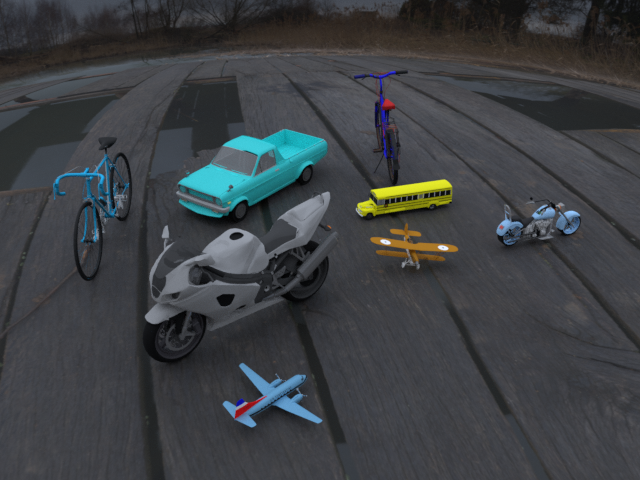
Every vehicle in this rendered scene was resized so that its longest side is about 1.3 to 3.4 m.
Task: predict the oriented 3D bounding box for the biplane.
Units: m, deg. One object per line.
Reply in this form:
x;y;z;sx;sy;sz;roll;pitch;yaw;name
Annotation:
1.404;0.110;10.696;1.336;0.504;1.090;-2;30;-3;biplane

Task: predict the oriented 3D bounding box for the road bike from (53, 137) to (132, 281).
-3.357;-0.654;10.875;0.696;1.656;3.004;0;30;1;road bike

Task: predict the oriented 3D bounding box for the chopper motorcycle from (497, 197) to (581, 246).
3.538;-0.329;11.208;1.563;0.761;0.466;-11;31;-18;chopper motorcycle

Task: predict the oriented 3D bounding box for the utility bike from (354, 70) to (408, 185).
1.189;-2.272;13.534;1.039;1.839;2.791;-2;30;-3;utility bike

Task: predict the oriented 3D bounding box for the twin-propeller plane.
-0.541;1.741;7.928;1.095;0.407;1.370;-26;39;-38;twin-propeller plane

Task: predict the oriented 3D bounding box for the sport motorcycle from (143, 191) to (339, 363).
-0.987;0.441;9.009;2.955;1.596;0.983;-24;37;-35;sport motorcycle

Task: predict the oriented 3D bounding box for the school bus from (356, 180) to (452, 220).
1.465;-0.713;12.213;1.708;0.434;0.365;-9;31;-16;school bus

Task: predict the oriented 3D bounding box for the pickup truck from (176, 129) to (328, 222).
-1.163;-1.355;12.777;1.244;0.993;3.117;20;35;31;pickup truck
